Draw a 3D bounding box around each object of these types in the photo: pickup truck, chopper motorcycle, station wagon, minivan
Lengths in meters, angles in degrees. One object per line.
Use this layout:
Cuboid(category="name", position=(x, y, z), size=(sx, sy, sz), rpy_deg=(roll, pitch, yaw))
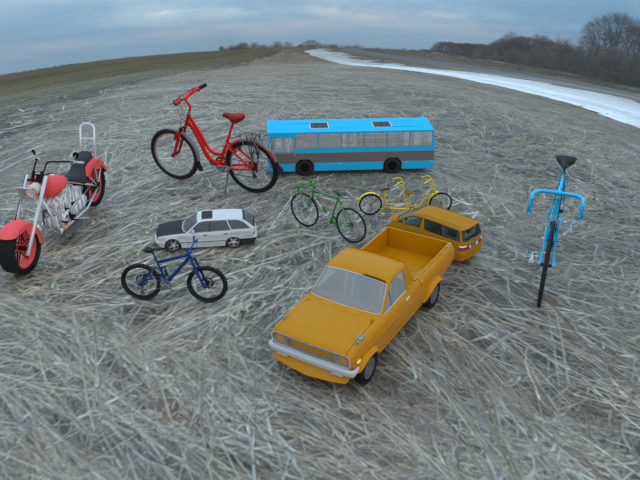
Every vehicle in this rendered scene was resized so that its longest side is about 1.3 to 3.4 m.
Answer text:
Cuboid(category="pickup truck", position=(0.646, 0.631, 8.929), size=(1.244, 0.993, 3.117), rpy_deg=(15, 31, 27))
Cuboid(category="chopper motorcycle", position=(-4.185, -0.729, 11.030), size=(0.906, 1.480, 3.040), rpy_deg=(4, 28, 8))
Cuboid(category="station wagon", position=(-1.808, -0.190, 11.083), size=(1.597, 0.473, 0.682), rpy_deg=(-4, 28, -7))
Cuboid(category="minivan", position=(1.739, -0.176, 10.901), size=(1.548, 0.616, 0.681), rpy_deg=(23, 35, 37))

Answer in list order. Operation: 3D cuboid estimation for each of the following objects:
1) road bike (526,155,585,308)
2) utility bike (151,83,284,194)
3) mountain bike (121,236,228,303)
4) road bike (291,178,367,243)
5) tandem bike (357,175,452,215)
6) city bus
Cuboid(category="road bike", position=(3.345, -0.280, 9.970), size=(0.696, 1.656, 3.004), rpy_deg=(10, 29, 19))
Cuboid(category="utility bike", position=(-1.979, -1.769, 12.652), size=(2.791, 1.839, 1.039), rpy_deg=(11, 29, 20))
Cuboid(category="mountain bike", position=(-1.979, 0.447, 9.421), size=(1.469, 0.868, 0.573), rpy_deg=(2, 27, 4))
Cuboid(category="road bike", position=(0.117, -0.477, 11.227), size=(1.545, 0.852, 0.358), rpy_deg=(20, 33, 34))
Cuboid(category="tandem bike", position=(1.449, -0.746, 11.932), size=(1.642, 0.682, 0.283), rpy_deg=(-1, 27, -2))
Cuboid(category="city bus", position=(0.575, -1.850, 13.837), size=(3.255, 0.894, 0.926), rpy_deg=(-2, 27, -3))
